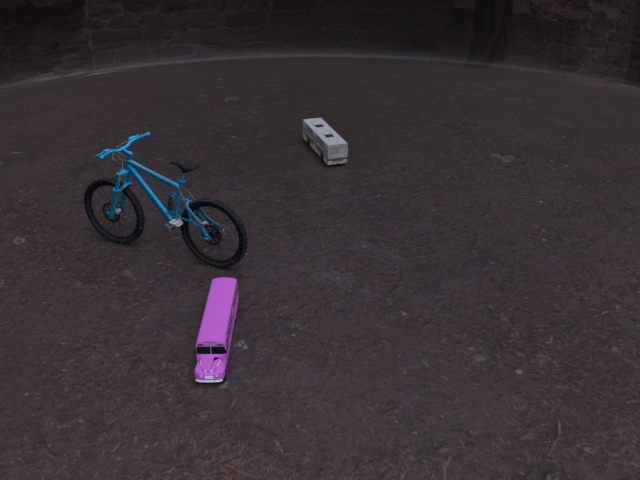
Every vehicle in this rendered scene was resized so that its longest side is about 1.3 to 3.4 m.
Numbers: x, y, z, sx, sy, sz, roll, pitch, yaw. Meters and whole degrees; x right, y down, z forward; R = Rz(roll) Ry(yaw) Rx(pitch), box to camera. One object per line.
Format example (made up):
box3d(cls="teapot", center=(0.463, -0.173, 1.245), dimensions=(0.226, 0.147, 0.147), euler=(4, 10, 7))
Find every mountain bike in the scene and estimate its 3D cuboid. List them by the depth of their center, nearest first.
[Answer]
box3d(cls="mountain bike", center=(-2.331, -0.532, 10.209), dimensions=(2.857, 1.688, 1.114), euler=(12, 30, 21))

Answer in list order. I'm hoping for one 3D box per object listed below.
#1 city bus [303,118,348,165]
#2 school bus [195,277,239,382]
box3d(cls="city bus", center=(0.085, -2.003, 14.248), dimensions=(0.476, 0.460, 1.674), euler=(-9, 29, -16))
box3d(cls="school bus", center=(-1.249, 1.074, 8.541), dimensions=(0.365, 0.434, 1.708), euler=(0, 28, 0))
